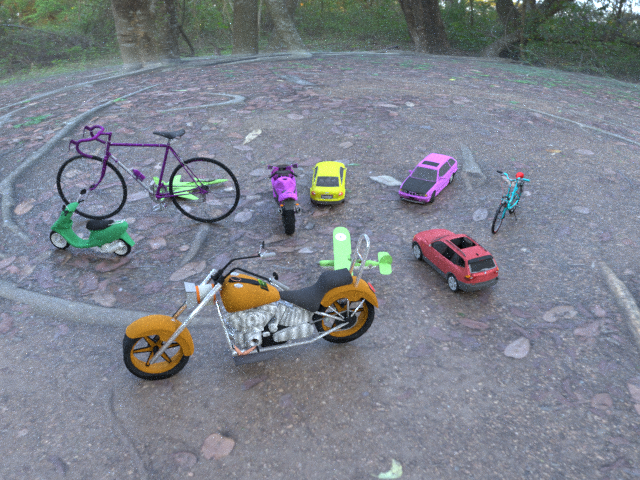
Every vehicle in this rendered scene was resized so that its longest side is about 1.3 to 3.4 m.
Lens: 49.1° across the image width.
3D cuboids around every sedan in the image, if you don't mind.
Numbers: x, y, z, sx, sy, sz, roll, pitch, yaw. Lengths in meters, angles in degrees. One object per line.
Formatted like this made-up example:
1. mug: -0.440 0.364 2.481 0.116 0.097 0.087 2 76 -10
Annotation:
1. sedan: 0.158 -1.107 12.551 0.635 0.483 1.613 1 29 3

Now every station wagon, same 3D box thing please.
1. station wagon: 1.968 -1.154 12.646 0.682 0.473 1.597 15 32 25

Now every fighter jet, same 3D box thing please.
1. fighter jet: -2.303 -1.042 12.638 1.358 0.286 1.147 -13 32 -22

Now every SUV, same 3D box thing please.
1. SUV: 1.934 0.196 10.097 0.656 0.580 1.572 -12 31 -20

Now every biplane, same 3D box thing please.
1. biplane: 0.479 0.350 9.897 1.090 0.504 1.336 0 29 -1

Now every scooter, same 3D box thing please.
1. scooter: -3.464 -0.211 10.483 1.399 0.919 0.662 6 30 11

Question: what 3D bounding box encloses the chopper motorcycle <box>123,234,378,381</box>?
1. chopper motorcycle: -0.774 0.769 8.131 3.040 1.480 0.906 -8 30 -14

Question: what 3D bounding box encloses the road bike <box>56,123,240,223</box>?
1. road bike: -2.788 -1.039 11.218 3.004 1.656 0.697 2 29 3

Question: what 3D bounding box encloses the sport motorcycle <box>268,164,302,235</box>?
1. sport motorcycle: -0.565 -0.708 11.482 0.506 0.821 1.520 -4 29 -7

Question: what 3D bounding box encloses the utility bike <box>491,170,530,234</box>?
1. utility bike: 3.123 -0.697 11.332 0.535 0.946 1.435 16 33 27
